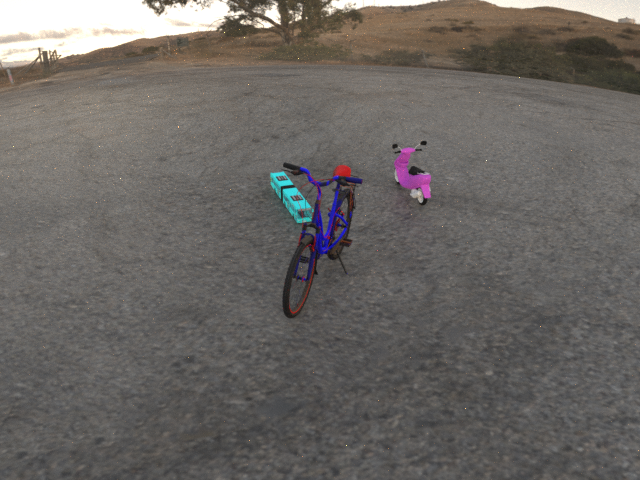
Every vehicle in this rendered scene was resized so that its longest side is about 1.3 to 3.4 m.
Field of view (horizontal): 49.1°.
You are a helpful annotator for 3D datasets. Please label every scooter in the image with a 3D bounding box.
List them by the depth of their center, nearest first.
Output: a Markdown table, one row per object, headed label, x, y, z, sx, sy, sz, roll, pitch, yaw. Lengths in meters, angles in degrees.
| label | x | y | z | sx | sy | sz | roll | pitch | yaw |
| --- | --- | --- | --- | --- | --- | --- | --- | --- | --- |
| scooter | 1.621 | -1.232 | 12.357 | 0.662 | 0.919 | 1.399 | -8 | 28 | -16 |

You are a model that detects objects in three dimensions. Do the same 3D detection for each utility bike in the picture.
| label | x | y | z | sx | sy | sz | roll | pitch | yaw |
| --- | --- | --- | --- | --- | --- | --- | --- | --- | --- |
| utility bike | 0.142 | -0.223 | 9.365 | 1.039 | 1.839 | 2.791 | 9 | 28 | 17 |

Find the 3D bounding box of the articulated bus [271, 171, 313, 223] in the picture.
| label | x | y | z | sx | sy | sz | roll | pitch | yaw |
| --- | --- | --- | --- | --- | --- | --- | --- | --- | --- |
| articulated bus | -0.520 | -0.764 | 12.133 | 0.311 | 0.289 | 1.749 | -9 | 28 | -16 |
